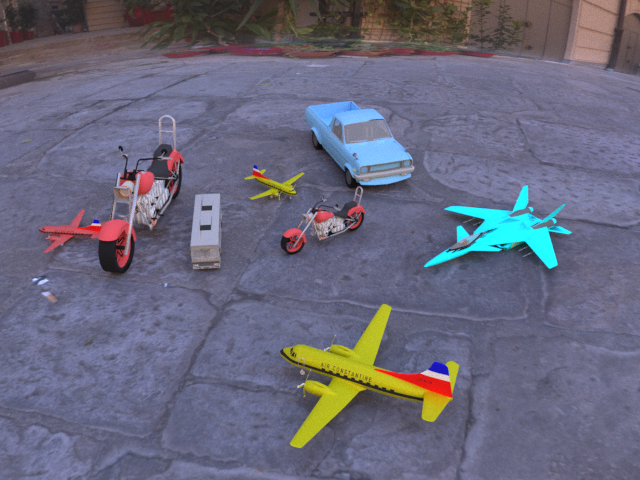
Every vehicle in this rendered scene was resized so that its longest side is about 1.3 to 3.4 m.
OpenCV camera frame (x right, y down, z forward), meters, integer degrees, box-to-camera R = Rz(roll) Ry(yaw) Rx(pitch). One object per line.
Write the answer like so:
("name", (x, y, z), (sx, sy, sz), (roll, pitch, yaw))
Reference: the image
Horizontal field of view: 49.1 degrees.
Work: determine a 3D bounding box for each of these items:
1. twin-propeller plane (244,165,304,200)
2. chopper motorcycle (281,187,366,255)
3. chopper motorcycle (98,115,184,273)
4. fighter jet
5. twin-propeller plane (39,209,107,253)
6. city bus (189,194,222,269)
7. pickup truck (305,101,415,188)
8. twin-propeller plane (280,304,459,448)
("twin-propeller plane", (-0.820, -1.029, 12.507), (1.095, 0.407, 1.370), (23, 38, 34))
("chopper motorcycle", (0.066, -0.311, 10.959), (1.563, 0.761, 0.466), (-20, 36, -30))
("chopper motorcycle", (-2.806, -0.789, 11.059), (0.906, 1.480, 3.040), (5, 31, 8))
("fighter jet", (2.624, -0.136, 10.866), (2.640, 0.557, 2.229), (-19, 36, -29))
("twin-propeller plane", (-3.949, -0.177, 11.081), (1.095, 0.407, 1.370), (4, 31, 7))
("city bus", (-1.767, -0.146, 10.977), (0.476, 0.460, 1.674), (-3, 31, -5))
("pickup truck", (0.691, -2.025, 13.604), (1.244, 0.993, 3.117), (-10, 32, -16))
("twin-propeller plane", (0.479, 1.454, 7.973), (2.129, 0.792, 2.663), (14, 33, 21))
